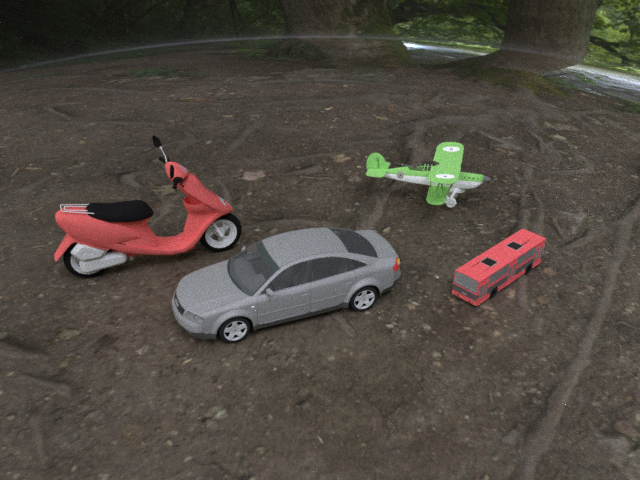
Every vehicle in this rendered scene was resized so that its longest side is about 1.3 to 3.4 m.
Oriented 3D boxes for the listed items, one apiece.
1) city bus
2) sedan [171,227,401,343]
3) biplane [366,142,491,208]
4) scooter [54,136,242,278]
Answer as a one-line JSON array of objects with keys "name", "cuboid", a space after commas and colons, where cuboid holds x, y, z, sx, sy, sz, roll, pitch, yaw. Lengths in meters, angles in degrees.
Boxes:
[{"name": "city bus", "cuboid": [2.576, 0.388, 10.005, 1.674, 0.460, 0.476, -26, 40, -36]}, {"name": "sedan", "cuboid": [-0.430, 0.465, 9.412, 3.137, 0.940, 1.235, -12, 33, -19]}, {"name": "biplane", "cuboid": [1.847, -1.130, 12.022, 2.120, 0.981, 2.598, 7, 32, 11]}, {"name": "scooter", "cuboid": [-2.471, -0.408, 10.042, 2.721, 1.786, 1.288, -12, 33, -19]}]
